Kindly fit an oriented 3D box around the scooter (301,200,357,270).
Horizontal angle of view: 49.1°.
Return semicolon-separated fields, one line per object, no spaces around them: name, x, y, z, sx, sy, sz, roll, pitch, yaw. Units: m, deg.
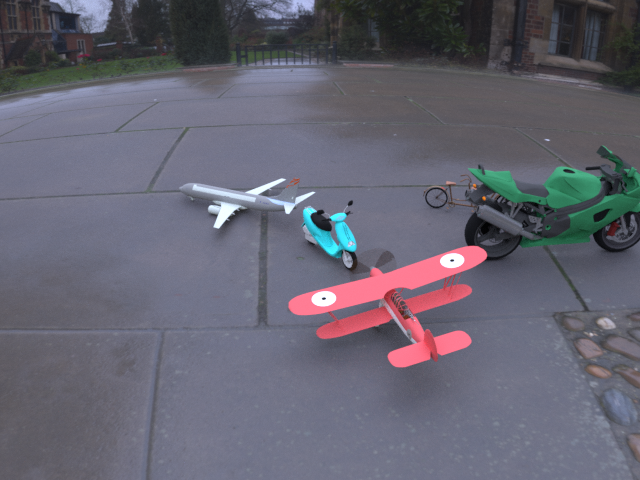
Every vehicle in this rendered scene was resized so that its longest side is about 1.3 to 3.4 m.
scooter;0.137;-0.170;10.698;0.662;0.919;1.399;-18;33;-31

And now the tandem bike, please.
tandem bike;2.626;-0.811;12.178;1.642;0.682;0.283;6;28;11

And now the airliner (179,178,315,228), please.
airliner;-1.429;-0.887;12.158;2.541;0.835;2.257;13;30;23

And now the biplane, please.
biplane;0.960;0.879;8.625;2.598;0.981;2.120;-8;29;-15

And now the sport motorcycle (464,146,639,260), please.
sport motorcycle;3.603;-0.483;10.565;2.955;1.596;0.983;-3;28;-6
